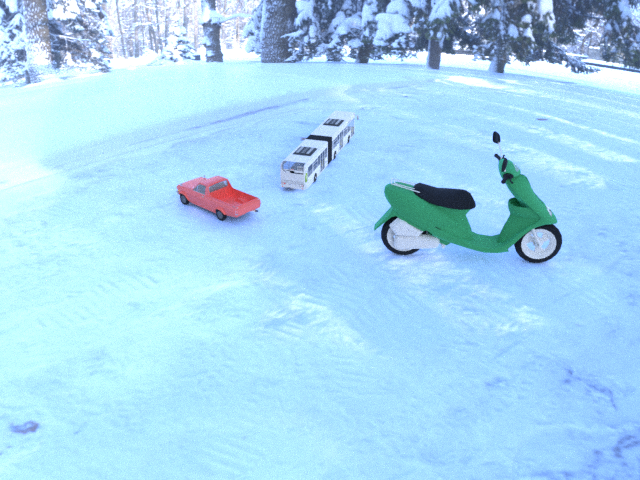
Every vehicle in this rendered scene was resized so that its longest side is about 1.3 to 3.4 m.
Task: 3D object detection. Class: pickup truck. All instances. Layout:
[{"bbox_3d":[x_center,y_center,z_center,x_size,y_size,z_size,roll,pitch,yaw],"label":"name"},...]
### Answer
[{"bbox_3d":[-1.744,-0.770,11.891,1.603,0.511,0.640,22,35,36],"label":"pickup truck"}]

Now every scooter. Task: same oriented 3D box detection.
[{"bbox_3d":[2.155,-0.527,10.032,2.721,1.786,1.288,3,28,6],"label":"scooter"}]

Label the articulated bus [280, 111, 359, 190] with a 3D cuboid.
[{"bbox_3d":[0.035,-1.848,13.918,0.605,0.561,3.401,8,29,16],"label":"articulated bus"}]
